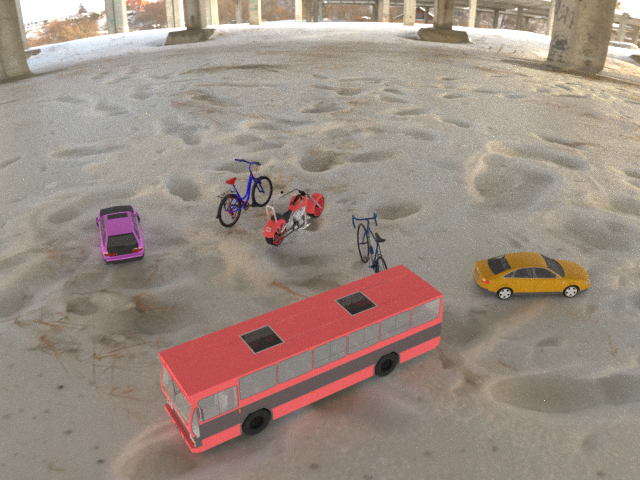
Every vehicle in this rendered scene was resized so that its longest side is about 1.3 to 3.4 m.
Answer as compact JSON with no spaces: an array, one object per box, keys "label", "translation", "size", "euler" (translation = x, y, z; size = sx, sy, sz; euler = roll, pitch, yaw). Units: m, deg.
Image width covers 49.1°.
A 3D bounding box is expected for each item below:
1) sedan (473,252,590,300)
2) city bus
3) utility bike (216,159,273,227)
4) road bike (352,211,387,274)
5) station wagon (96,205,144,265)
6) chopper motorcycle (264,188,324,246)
[{"label":"sedan","translation":[2.956,0.455,9.744],"size":[1.613,0.483,0.635],"euler":[-1,30,-2]},{"label":"city bus","translation":[-0.117,1.274,7.929],"size":[3.255,0.894,0.926],"euler":[-18,35,-28]},{"label":"utility bike","translation":[-1.275,-0.822,11.476],"size":[0.535,0.946,1.435],"euler":[19,35,29]},{"label":"road bike","translation":[0.742,0.172,9.863],"size":[0.358,0.852,1.545],"euler":[-7,31,-11]},{"label":"station wagon","translation":[-3.110,-0.185,10.852],"size":[0.682,0.473,1.597],"euler":[-10,32,-16]},{"label":"chopper motorcycle","translation":[-0.381,-0.476,11.065],"size":[0.466,0.761,1.563],"euler":[17,34,27]}]
